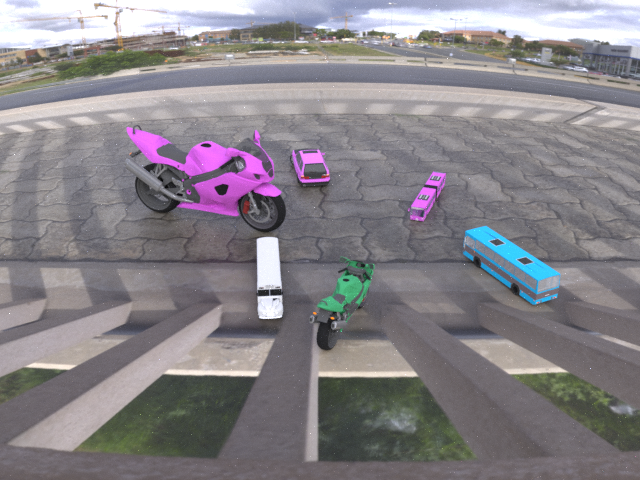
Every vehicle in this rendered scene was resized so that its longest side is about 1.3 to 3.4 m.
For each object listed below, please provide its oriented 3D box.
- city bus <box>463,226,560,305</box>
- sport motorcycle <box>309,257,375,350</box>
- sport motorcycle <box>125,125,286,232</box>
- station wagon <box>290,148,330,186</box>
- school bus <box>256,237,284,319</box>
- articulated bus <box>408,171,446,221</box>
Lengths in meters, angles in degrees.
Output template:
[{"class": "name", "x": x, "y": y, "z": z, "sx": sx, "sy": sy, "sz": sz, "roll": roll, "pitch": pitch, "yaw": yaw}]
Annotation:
[{"class": "city bus", "x": 2.793, "y": 0.366, "z": 10.373, "sx": 0.476, "sy": 0.460, "sz": 1.674, "roll": -13, "pitch": 31, "yaw": -23}, {"class": "sport motorcycle", "x": 0.325, "y": 0.799, "z": 9.171, "sx": 0.506, "sy": 0.821, "sz": 1.520, "roll": 13, "pitch": 30, "yaw": 22}, {"class": "sport motorcycle", "x": -1.938, "y": -1.049, "z": 11.826, "sx": 2.955, "sy": 1.596, "sz": 0.983, "roll": 11, "pitch": 30, "yaw": 20}, {"class": "station wagon", "x": -0.200, "y": -1.553, "z": 13.974, "sx": 0.682, "sy": 0.473, "sz": 1.597, "roll": -4, "pitch": 28, "yaw": -7}, {"class": "school bus", "x": -0.734, "y": 0.535, "z": 10.082, "sx": 0.365, "sy": 0.434, "sz": 1.708, "roll": -2, "pitch": 28, "yaw": -4}, {"class": "articulated bus", "x": 1.983, "y": -0.818, "z": 12.786, "sx": 0.311, "sy": 0.289, "sz": 1.749, "roll": 10, "pitch": 30, "yaw": 19}]
